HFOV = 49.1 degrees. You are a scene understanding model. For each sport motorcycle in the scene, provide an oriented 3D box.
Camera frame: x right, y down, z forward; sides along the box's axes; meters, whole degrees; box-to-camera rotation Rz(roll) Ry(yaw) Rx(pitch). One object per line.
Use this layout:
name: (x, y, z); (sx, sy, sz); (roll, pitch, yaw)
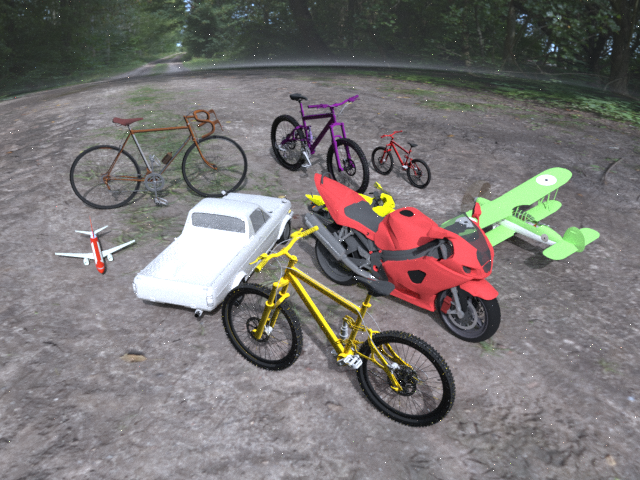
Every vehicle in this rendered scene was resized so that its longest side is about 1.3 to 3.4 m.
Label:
sport motorcycle: (1.019, 0.176, 8.922); (2.955, 1.596, 0.983); (23, 35, 38)
sport motorcycle: (0.527, -0.418, 10.955); (1.520, 0.821, 0.506); (-4, 27, -7)

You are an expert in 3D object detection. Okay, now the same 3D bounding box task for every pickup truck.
pickup truck: (-1.388, 0.009, 9.921); (1.244, 0.993, 3.117); (8, 28, 15)

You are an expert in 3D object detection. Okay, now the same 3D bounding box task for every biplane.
biplane: (3.008, -0.232, 10.410); (2.598, 0.981, 2.120); (-17, 32, -30)

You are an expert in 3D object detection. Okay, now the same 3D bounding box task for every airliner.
airliner: (-3.331, 0.082, 10.401); (1.161, 0.429, 1.307); (-10, 29, -19)

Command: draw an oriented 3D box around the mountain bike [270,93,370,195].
mountain bike: (-0.071, -1.838, 12.802); (1.114, 1.688, 2.857); (-20, 33, -34)

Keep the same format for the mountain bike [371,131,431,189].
mountain bike: (1.505, -1.508, 13.057); (0.573, 0.868, 1.469); (-22, 34, -37)

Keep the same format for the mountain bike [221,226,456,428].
mountain bike: (0.094, 0.926, 7.339); (2.857, 1.688, 1.114); (16, 31, 28)

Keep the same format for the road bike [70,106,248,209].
road bike: (-2.730, -1.387, 11.946); (3.004, 1.656, 0.697); (-7, 28, -14)
